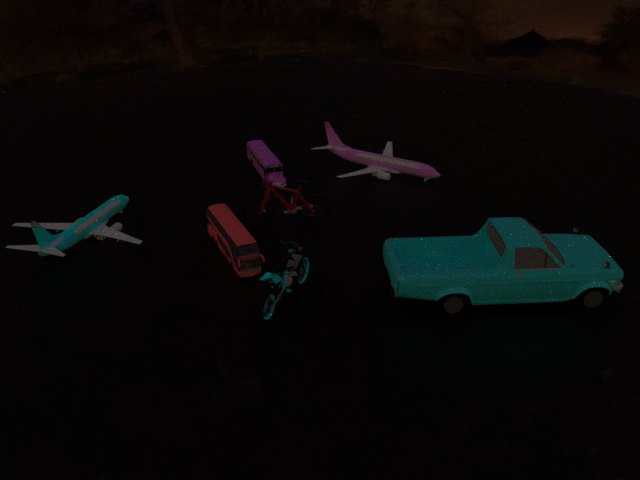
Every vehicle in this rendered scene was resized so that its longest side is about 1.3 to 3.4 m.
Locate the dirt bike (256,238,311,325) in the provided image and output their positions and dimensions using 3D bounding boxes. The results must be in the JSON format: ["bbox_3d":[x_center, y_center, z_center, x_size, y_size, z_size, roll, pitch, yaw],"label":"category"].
[{"bbox_3d":[-0.468,0.465,9.290,0.527,0.857,1.493,12,29,22],"label":"dirt bike"}]

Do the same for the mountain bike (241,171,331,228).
[{"bbox_3d":[-0.553,-0.618,11.394,1.469,0.868,0.573,-2,27,-5],"label":"mountain bike"}]

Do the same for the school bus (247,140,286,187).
[{"bbox_3d":[-1.038,-1.461,13.515,0.365,0.434,1.708,-9,28,-17],"label":"school bus"}]

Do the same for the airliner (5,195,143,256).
[{"bbox_3d":[-3.697,-0.395,10.993,2.257,0.835,2.541,8,28,14],"label":"airliner"}]

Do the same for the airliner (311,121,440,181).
[{"bbox_3d":[1.149,-1.705,13.551,2.541,0.835,2.257,15,31,26],"label":"airliner"}]

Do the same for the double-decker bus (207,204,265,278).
[{"bbox_3d":[-1.306,0.004,10.537,0.389,0.541,1.672,-12,29,-22],"label":"double-decker bus"}]

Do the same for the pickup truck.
[{"bbox_3d":[2.437,0.289,9.485,3.117,0.993,1.244,-2,27,-4],"label":"pickup truck"}]
